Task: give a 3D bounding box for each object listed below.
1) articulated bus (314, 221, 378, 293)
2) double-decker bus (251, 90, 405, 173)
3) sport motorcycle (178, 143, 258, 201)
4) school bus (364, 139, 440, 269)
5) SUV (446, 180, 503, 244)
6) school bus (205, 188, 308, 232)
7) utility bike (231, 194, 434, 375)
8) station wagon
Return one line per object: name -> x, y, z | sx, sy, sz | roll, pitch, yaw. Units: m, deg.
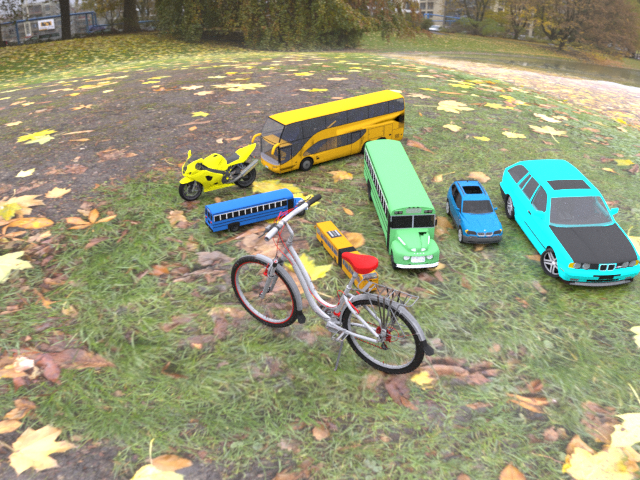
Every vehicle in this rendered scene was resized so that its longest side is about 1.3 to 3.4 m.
articulated bus -> 0.367, 0.212, 10.210 | 0.311, 0.289, 1.749 | -11, 31, -19
double-decker bus -> 0.255, -2.123, 13.672 | 3.251, 1.052, 0.756 | -19, 34, -30
sport motorcycle -> -1.773, -1.191, 12.213 | 1.520, 0.821, 0.506 | -18, 33, -29
school bus -> 1.252, -0.635, 11.176 | 0.709, 0.844, 3.322 | -2, 29, -4
SUV -> 2.441, -0.472, 11.152 | 0.656, 0.580, 1.572 | -1, 29, -2
school bus -> -1.004, -0.497, 11.350 | 1.708, 0.434, 0.365 | -14, 32, -25
utility bike -> -0.005, 0.569, 7.946 | 2.791, 1.839, 1.039 | 17, 33, 28
station wagon -> 3.743, -0.407, 10.680 | 1.327, 0.920, 3.105 | -2, 29, -4
